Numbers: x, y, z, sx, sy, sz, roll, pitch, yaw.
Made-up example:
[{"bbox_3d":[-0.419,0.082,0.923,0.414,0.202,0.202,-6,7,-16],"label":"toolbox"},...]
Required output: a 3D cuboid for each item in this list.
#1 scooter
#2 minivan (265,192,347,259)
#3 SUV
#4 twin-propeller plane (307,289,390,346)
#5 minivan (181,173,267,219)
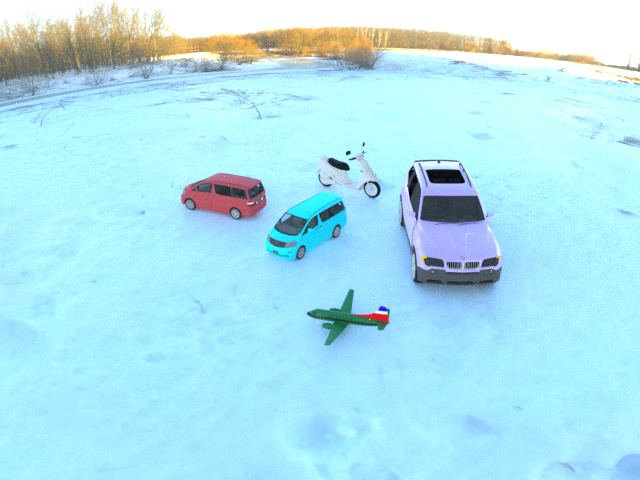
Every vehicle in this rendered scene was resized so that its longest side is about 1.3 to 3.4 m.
[{"bbox_3d":[0.516,-1.325,12.979,1.399,0.919,0.662,16,31,29],"label":"scooter"},{"bbox_3d":[-0.214,-0.238,11.165,0.681,0.616,1.548,19,32,33],"label":"minivan"},{"bbox_3d":[1.948,-0.355,10.828,1.276,1.128,3.058,0,27,0],"label":"SUV"},{"bbox_3d":[0.352,0.963,9.022,1.095,0.407,1.370,7,28,14],"label":"twin-propeller plane"},{"bbox_3d":[-1.723,-0.827,12.330,1.548,0.616,0.681,12,29,22],"label":"minivan"}]
